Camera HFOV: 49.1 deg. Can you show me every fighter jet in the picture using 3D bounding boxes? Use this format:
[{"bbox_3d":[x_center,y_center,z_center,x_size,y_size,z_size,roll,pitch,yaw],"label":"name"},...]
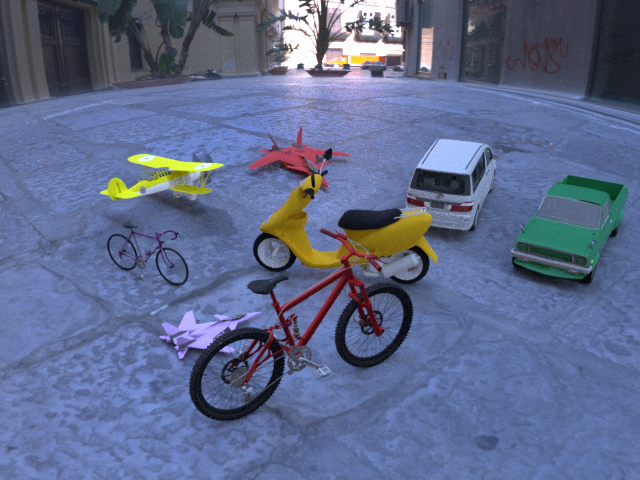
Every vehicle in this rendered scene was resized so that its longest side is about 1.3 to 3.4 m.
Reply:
[{"bbox_3d":[-0.327,-1.672,14.322,2.229,0.557,2.640,-10,28,-19],"label":"fighter jet"},{"bbox_3d":[-1.326,1.069,8.981,1.358,0.286,1.147,-18,31,-33],"label":"fighter jet"}]

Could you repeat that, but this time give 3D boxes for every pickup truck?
[{"bbox_3d":[4.053,-0.367,11.132,1.244,0.993,3.117,15,30,28],"label":"pickup truck"}]

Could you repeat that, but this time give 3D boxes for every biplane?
[{"bbox_3d":[-2.878,-1.060,12.575,2.598,0.981,2.120,22,33,37],"label":"biplane"}]

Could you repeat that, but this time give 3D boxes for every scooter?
[{"bbox_3d":[0.335,-0.255,9.992,2.721,1.786,1.288,5,26,10],"label":"scooter"}]

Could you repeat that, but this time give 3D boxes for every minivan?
[{"bbox_3d":[2.424,-1.156,12.526,1.324,1.197,3.011,9,27,19],"label":"minivan"}]

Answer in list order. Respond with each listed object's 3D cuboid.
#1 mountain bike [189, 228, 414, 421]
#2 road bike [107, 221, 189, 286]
[{"bbox_3d":[-0.103,0.941,7.639,2.857,1.688,1.114,-15,30,-29],"label":"mountain bike"},{"bbox_3d":[-2.538,0.168,10.192,1.545,0.852,0.358,14,29,26],"label":"road bike"}]
